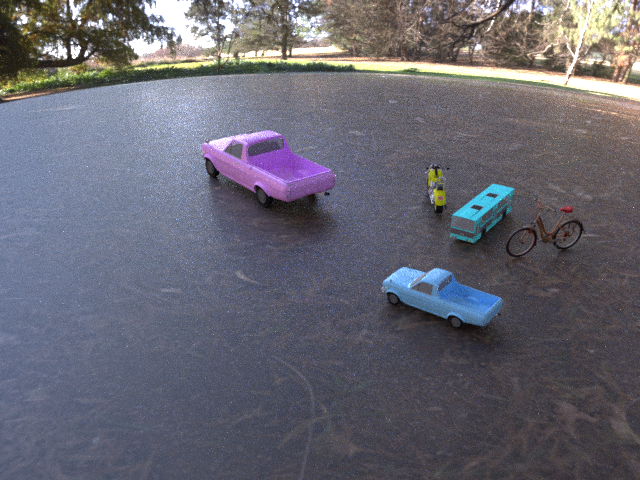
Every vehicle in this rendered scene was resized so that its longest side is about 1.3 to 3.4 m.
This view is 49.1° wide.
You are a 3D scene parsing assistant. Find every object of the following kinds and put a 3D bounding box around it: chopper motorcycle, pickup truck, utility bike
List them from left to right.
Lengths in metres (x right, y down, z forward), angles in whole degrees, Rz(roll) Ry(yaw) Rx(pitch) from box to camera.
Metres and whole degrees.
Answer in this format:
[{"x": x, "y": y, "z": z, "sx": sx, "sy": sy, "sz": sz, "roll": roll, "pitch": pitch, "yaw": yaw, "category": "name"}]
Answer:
[{"x": -1.064, "y": -1.483, "z": 13.330, "sx": 1.244, "sy": 0.993, "sz": 3.117, "roll": -19, "pitch": 32, "yaw": -33, "category": "pickup truck"}, {"x": 2.104, "y": -1.048, "z": 12.717, "sx": 0.466, "sy": 0.761, "sz": 1.563, "roll": 1, "pitch": 27, "yaw": 2, "category": "chopper motorcycle"}, {"x": 1.633, "y": 0.718, "z": 9.456, "sx": 1.603, "sy": 0.511, "sz": 0.640, "roll": 19, "pitch": 32, "yaw": 33, "category": "pickup truck"}, {"x": 3.546, "y": -0.187, "z": 10.784, "sx": 1.435, "sy": 0.946, "sz": 0.535, "roll": -8, "pitch": 28, "yaw": -16, "category": "utility bike"}]

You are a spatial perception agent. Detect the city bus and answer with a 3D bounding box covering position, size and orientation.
[{"x": 2.767, "y": -0.448, "z": 11.852, "sx": 0.476, "sy": 0.460, "sz": 1.674, "roll": 18, "pitch": 31, "yaw": 31, "category": "city bus"}]
